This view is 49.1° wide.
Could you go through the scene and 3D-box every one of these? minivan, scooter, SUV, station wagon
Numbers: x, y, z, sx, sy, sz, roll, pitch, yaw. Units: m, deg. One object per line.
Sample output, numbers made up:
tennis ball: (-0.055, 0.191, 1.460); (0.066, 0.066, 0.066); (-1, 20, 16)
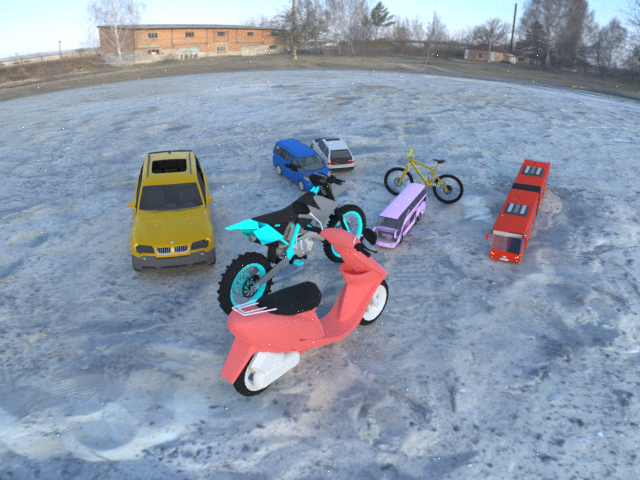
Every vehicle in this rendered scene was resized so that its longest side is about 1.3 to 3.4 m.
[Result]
minivan: (-0.349, -1.453, 13.485); (0.681, 0.616, 1.548); (-14, 30, -26)
scooter: (-0.061, 0.621, 8.113); (1.288, 1.786, 2.721); (23, 35, 38)
SUV: (-2.352, -0.552, 11.146); (1.276, 1.128, 3.058); (-5, 27, -9)
station wagon: (0.252, -1.862, 14.448); (0.682, 0.473, 1.597); (-6, 28, -11)

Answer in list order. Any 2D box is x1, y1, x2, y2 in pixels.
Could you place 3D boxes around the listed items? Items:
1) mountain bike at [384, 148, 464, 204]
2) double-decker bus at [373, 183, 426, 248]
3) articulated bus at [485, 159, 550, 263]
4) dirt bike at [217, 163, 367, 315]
mountain bike: (1.860, -1.125, 12.561); (1.469, 0.868, 0.573); (10, 29, 20)
double-decker bus: (1.339, -0.403, 11.503); (0.389, 0.541, 1.672); (12, 29, 22)
articulated bus: (3.421, -0.585, 11.838); (0.605, 0.561, 3.401); (11, 29, 20)
dirt bike: (-0.302, -0.088, 9.640); (1.024, 1.666, 2.903); (22, 34, 37)
